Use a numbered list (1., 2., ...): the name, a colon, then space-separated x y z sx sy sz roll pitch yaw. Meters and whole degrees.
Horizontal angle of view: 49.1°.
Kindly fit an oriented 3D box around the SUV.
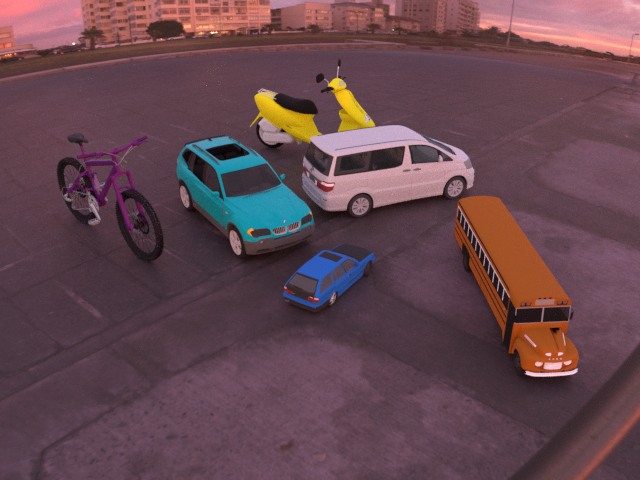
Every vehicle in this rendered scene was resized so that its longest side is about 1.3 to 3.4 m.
1. SUV: -1.285 -0.800 11.200 1.276 1.128 3.058 -17 33 -28

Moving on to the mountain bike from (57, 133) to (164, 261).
1. mountain bike: -3.267 -0.764 10.555 2.857 1.688 1.114 25 38 37

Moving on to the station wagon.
1. station wagon: 0.166 0.415 9.677 0.682 0.473 1.597 18 34 29

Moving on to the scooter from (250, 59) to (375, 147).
1. scooter: -0.117 -2.526 13.647 2.721 1.786 1.288 10 30 17

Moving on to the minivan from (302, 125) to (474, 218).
1. minivan: 1.226 -1.297 12.031 3.011 1.197 1.324 -12 31 -20

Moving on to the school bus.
1. school bus: 2.490 0.493 9.151 0.709 0.844 3.322 -2 29 -4
